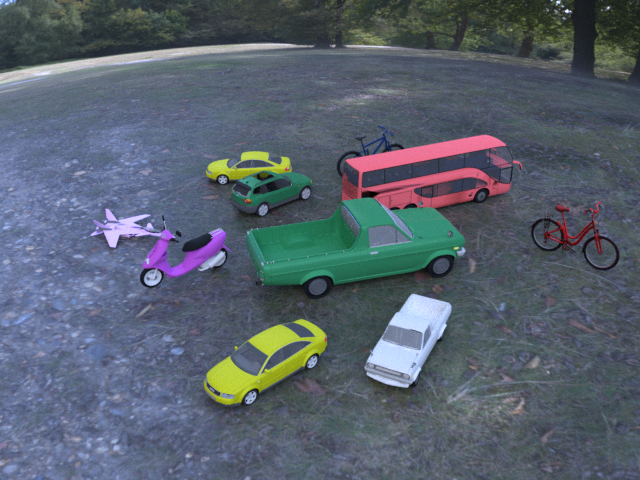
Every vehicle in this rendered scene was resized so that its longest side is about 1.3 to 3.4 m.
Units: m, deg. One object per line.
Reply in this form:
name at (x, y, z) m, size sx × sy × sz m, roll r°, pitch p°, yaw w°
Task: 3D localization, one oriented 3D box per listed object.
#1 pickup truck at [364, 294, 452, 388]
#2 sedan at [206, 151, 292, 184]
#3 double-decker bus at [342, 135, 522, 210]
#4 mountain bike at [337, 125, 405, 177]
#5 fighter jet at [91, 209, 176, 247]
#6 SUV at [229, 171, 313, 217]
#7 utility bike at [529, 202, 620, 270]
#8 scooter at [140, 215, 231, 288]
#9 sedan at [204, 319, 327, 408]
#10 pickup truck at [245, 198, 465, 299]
pickup truck at (1.108, 1.155, 8.551) m, size 0.640 × 0.511 × 1.603 m, roll 13°, pitch 32°, yaw 23°
sedan at (-1.339, -1.383, 13.165) m, size 1.613 × 0.483 × 0.635 m, roll -1°, pitch 29°, yaw -2°
double-decker bus at (1.933, -1.076, 12.024) m, size 3.251 × 1.052 × 0.756 m, roll -13°, pitch 31°, yaw -22°
mountain bike at (0.990, -1.631, 13.216) m, size 1.469 × 0.868 × 0.573 m, roll -12°, pitch 31°, yaw -21°
fighter jet at (-2.947, -0.205, 11.240) m, size 1.358 × 0.286 × 1.147 m, roll 8°, pitch 30°, yaw 14°
SUV at (-0.830, -0.908, 12.208) m, size 1.572 × 0.580 × 0.656 m, roll -24°, pitch 37°, yaw -36°
utility bike at (3.828, -0.153, 10.466) m, size 1.435 × 0.946 × 0.535 m, roll 24°, pitch 37°, yaw 36°
scooter at (-1.928, 0.127, 9.987) m, size 1.399 × 0.919 × 0.662 m, roll -17°, pitch 33°, yaw -28°
sedan at (-0.622, 1.375, 8.182) m, size 1.613 × 0.483 × 0.635 m, roll -24°, pitch 37°, yaw -37°
pickup truck at (0.517, 0.008, 10.125) m, size 3.117 × 0.993 × 1.244 m, roll -8°, pitch 30°, yaw -15°
